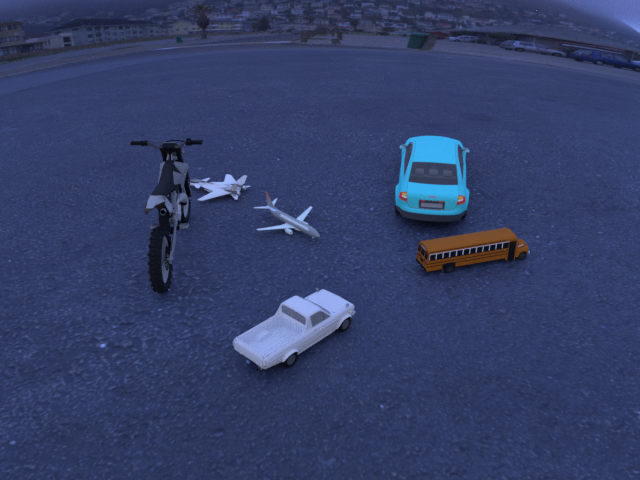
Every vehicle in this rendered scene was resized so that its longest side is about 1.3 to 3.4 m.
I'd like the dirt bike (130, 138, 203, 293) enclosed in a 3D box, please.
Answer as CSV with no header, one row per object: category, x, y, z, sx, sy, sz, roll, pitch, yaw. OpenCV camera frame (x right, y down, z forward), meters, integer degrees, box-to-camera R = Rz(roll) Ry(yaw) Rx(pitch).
dirt bike,-2.188,-0.553,10.148,1.024,1.666,2.903,-1,29,-1

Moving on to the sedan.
sedan,1.967,-1.263,12.164,1.235,0.940,3.137,4,29,8

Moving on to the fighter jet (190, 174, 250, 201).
fighter jet,-1.966,-1.018,12.395,1.358,0.286,1.147,9,31,16

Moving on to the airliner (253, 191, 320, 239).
airliner,-0.457,-0.386,11.118,1.161,0.429,1.307,-25,38,-37

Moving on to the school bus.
school bus,2.255,0.137,10.177,1.708,0.434,0.365,-9,30,-15

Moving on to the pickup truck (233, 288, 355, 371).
pickup truck,-0.284,1.026,8.507,0.640,0.511,1.603,25,38,37
